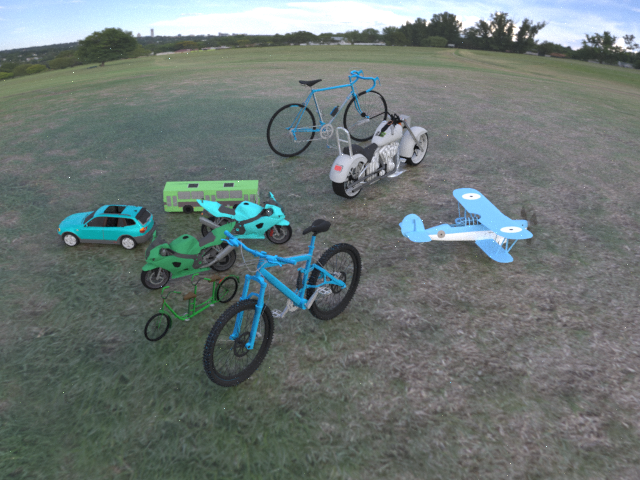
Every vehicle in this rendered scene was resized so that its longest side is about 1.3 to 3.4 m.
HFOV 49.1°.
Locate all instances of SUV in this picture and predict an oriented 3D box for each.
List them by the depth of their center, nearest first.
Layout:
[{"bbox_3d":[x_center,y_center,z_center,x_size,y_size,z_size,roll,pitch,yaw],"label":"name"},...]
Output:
[{"bbox_3d":[-3.500,-0.261,11.465,1.572,0.580,0.656,3,29,5],"label":"SUV"}]

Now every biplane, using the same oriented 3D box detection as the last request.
[{"bbox_3d":[2.290,-0.179,10.894,2.120,0.981,2.598,-4,29,-6],"label":"biplane"}]

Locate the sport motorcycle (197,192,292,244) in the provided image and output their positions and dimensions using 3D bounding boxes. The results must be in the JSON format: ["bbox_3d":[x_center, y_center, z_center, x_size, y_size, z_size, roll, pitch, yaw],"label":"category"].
[{"bbox_3d":[-1.210,-0.310,11.304,1.520,0.821,0.506,1,28,2],"label":"sport motorcycle"}]

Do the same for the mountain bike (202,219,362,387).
[{"bbox_3d":[-0.375,0.619,8.677,1.114,1.688,2.857,22,35,34],"label":"mountain bike"}]

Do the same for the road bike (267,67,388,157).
[{"bbox_3d":[0.208,-2.717,14.872,3.004,1.656,0.696,-15,32,-26],"label":"road bike"}]

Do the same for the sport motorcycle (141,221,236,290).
[{"bbox_3d":[-1.922,0.222,10.321,1.520,0.821,0.506,-16,32,-26],"label":"sport motorcycle"}]

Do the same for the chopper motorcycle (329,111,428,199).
[{"bbox_3d":[1.221,-1.799,13.361,0.906,1.480,3.040,21,35,33],"label":"chopper motorcycle"}]

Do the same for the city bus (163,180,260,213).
[{"bbox_3d":[-1.926,-0.769,12.531,1.674,0.460,0.476,-1,28,-2],"label":"city bus"}]

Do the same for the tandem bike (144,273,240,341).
[{"bbox_3d":[-1.697,0.790,9.419,0.283,0.682,1.642,23,36,36],"label":"tandem bike"}]
